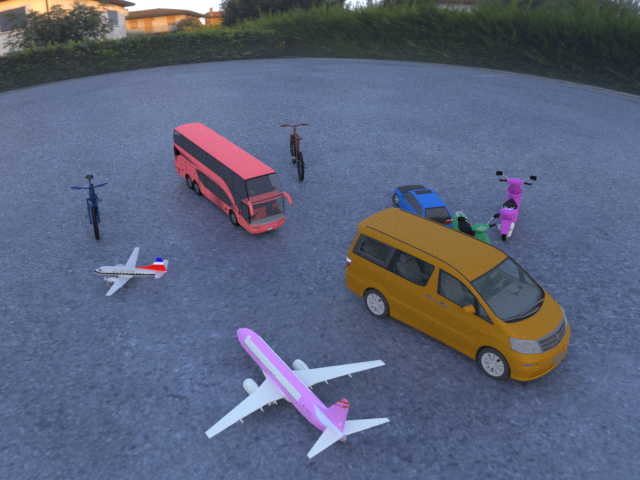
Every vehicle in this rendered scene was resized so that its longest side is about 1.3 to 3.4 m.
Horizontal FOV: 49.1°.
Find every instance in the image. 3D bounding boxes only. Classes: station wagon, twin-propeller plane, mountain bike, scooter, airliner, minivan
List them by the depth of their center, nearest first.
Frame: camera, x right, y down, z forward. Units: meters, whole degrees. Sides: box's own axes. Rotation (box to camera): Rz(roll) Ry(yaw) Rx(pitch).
[{"bbox_3d":[-0.365,1.455,7.889,2.257,0.835,2.541,-17,33,-28],"label":"airliner"},{"bbox_3d":[1.738,0.616,9.048,3.011,1.197,1.324,25,37,38],"label":"minivan"},{"bbox_3d":[-2.782,0.418,10.235,1.095,0.407,1.370,2,29,4],"label":"twin-propeller plane"},{"bbox_3d":[2.287,-0.039,10.538,0.662,0.919,1.399,-5,29,-10],"label":"scooter"},{"bbox_3d":[3.176,-0.620,11.603,0.662,0.919,1.399,10,30,18],"label":"scooter"},{"bbox_3d":[-3.784,-0.623,11.661,0.573,0.868,1.469,-8,30,-15],"label":"mountain bike"},{"bbox_3d":[1.760,-0.633,12.093,0.682,0.473,1.597,-6,29,-11],"label":"station wagon"},{"bbox_3d":[-0.453,-1.767,13.759,0.573,0.868,1.469,-5,29,-9],"label":"mountain bike"}]

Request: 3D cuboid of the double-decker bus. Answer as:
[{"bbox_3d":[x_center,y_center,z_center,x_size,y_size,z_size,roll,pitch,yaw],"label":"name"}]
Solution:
[{"bbox_3d":[-1.660,-1.128,12.395,0.756,1.052,3.251,-18,33,-29],"label":"double-decker bus"}]
